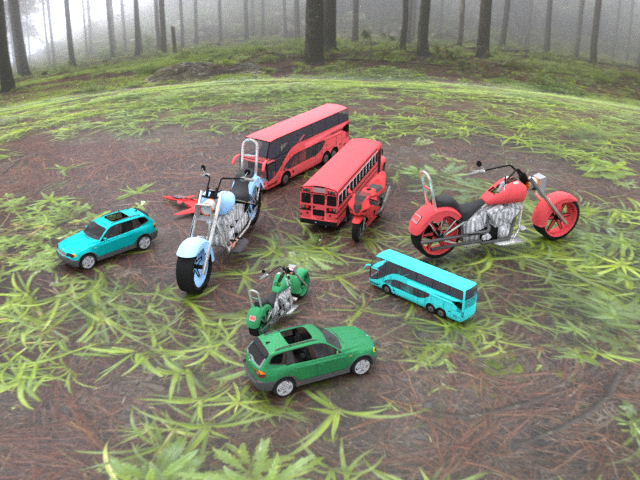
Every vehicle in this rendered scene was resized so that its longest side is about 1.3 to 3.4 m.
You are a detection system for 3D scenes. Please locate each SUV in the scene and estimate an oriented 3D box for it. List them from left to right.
[{"bbox_3d":[-3.322,-0.062,10.951,1.572,0.580,0.656,-23,34,-39],"label":"SUV"},{"bbox_3d":[-0.100,1.293,8.108,1.572,0.580,0.656,-11,28,-22],"label":"SUV"}]

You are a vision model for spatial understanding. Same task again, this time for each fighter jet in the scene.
[{"bbox_3d":[-2.344,-0.744,12.722,1.358,0.286,1.147,13,28,25],"label":"fighter jet"}]

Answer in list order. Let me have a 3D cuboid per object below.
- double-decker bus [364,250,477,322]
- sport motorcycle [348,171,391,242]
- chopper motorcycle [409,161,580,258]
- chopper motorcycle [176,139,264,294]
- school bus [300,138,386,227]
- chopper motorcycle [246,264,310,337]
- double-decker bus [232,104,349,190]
[{"bbox_3d":[1.366,0.596,9.615,1.672,0.541,0.389,22,33,39],"label":"double-decker bus"},{"bbox_3d":[0.822,-0.579,11.755,0.506,0.821,1.520,10,27,19],"label":"sport motorcycle"},{"bbox_3d":[2.791,-0.538,10.902,3.040,1.480,0.906,-9,27,-19],"label":"chopper motorcycle"},{"bbox_3d":[-1.489,-0.441,10.700,0.906,1.480,3.040,6,26,13],"label":"chopper motorcycle"},{"bbox_3d":[0.523,-1.156,12.938,0.709,0.844,3.322,9,27,17],"label":"school bus"},{"bbox_3d":[-0.519,0.673,9.198,0.466,0.761,1.563,11,28,22],"label":"chopper motorcycle"},{"bbox_3d":[-0.479,-1.926,14.313,0.756,1.052,3.251,15,30,29],"label":"double-decker bus"}]
